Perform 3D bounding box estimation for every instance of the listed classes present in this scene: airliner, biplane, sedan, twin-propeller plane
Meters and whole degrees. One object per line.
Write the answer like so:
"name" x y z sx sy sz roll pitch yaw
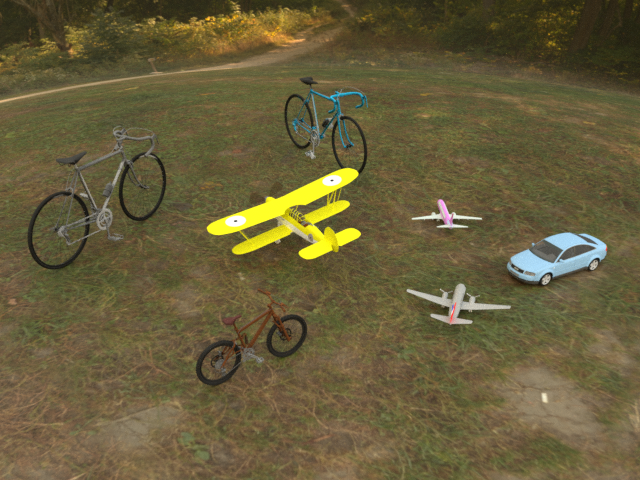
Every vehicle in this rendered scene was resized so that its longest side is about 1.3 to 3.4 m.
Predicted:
"airliner" 2.102 -0.503 11.688 1.161 0.429 1.307 0 27 0
"biplane" -0.350 -0.242 10.570 2.598 0.981 2.120 -16 31 -29
"sedan" 3.468 0.218 10.216 1.613 0.483 0.635 -13 30 -24
"twin-propeller plane" 1.793 0.791 9.179 1.370 0.407 1.095 9 28 16

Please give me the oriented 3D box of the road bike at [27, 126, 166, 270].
"road bike" -3.353 -0.732 10.787 0.697 1.656 3.004 13 30 24

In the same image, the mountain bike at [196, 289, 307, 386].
"mountain bike" -0.761 1.124 8.020 1.469 0.868 0.573 -18 32 -31

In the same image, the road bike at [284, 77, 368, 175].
"road bike" 0.052 -2.373 14.000 0.696 1.656 3.004 -16 31 -29
